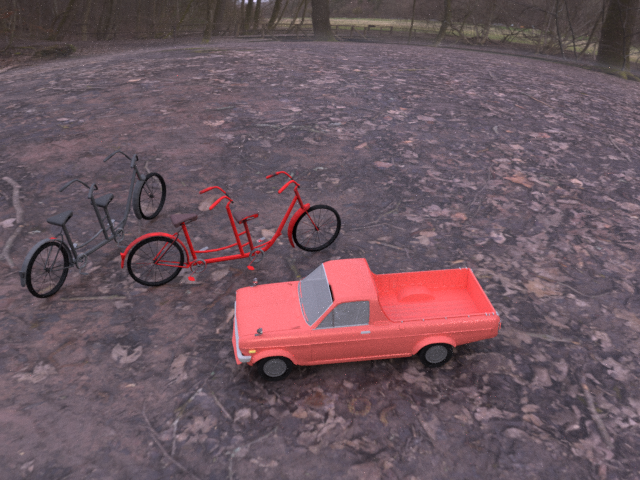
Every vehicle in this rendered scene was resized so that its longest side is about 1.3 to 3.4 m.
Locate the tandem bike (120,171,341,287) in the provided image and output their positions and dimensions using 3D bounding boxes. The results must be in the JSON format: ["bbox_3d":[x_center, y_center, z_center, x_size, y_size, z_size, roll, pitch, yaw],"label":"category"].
[{"bbox_3d":[-1.164,-0.167,9.688,3.192,1.326,0.550,-12,32,-19],"label":"tandem bike"}]

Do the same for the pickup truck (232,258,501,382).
[{"bbox_3d":[0.504,0.823,8.315,3.117,0.993,1.244,-4,30,-7],"label":"pickup truck"}]

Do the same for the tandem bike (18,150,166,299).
[{"bbox_3d":[-3.160,-0.368,10.035,0.550,1.326,3.192,12,32,20],"label":"tandem bike"}]
